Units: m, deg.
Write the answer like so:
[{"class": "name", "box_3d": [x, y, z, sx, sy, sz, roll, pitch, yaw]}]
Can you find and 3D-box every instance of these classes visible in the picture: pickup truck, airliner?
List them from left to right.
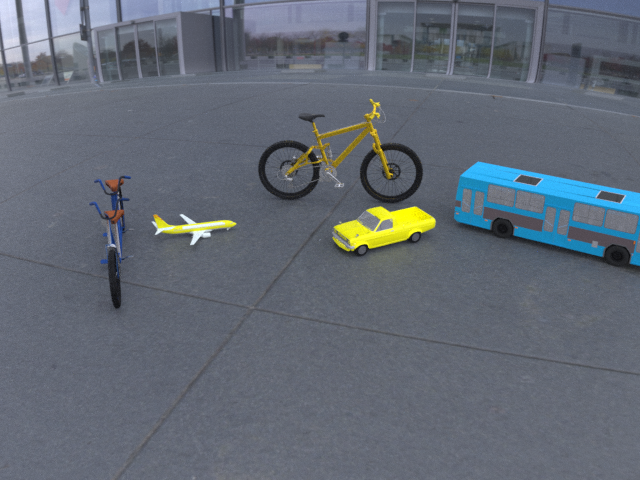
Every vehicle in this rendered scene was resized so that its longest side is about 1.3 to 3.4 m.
[{"class": "airliner", "box_3d": [-1.970, -0.280, 11.045, 1.307, 0.429, 1.161, -8, 28, -16]}, {"class": "pickup truck", "box_3d": [0.994, -0.219, 10.831, 1.603, 0.511, 0.640, -13, 29, -24]}]

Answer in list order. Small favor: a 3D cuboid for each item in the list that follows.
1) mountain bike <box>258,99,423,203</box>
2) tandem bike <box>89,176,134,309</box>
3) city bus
[{"class": "mountain bike", "box_3d": [0.345, -1.445, 11.974, 2.857, 1.688, 1.114, 2, 27, 4]}, {"class": "tandem bike", "box_3d": [-2.925, -0.260, 10.000, 0.550, 1.326, 3.192, -6, 27, -12]}, {"class": "city bus", "box_3d": [3.746, -0.376, 10.717, 3.255, 0.894, 0.926, 16, 31, 29]}]
